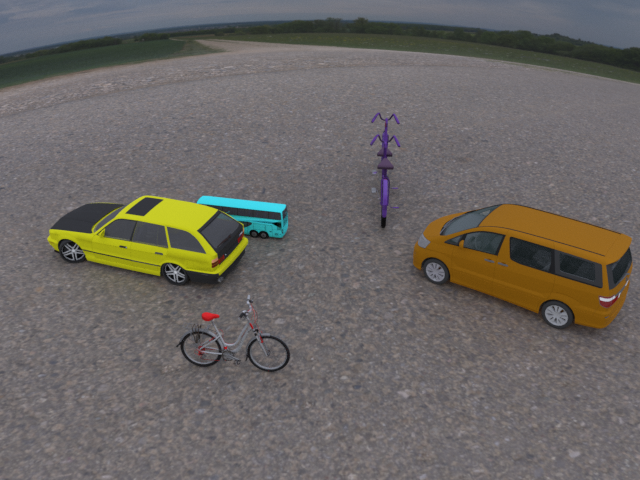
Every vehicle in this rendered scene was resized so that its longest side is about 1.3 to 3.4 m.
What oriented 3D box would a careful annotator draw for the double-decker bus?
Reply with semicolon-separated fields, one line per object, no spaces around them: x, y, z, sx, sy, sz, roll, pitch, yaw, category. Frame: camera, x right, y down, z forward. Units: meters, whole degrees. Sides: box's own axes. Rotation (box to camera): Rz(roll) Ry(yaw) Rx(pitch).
-1.364;-0.387;11.661;1.672;0.541;0.389;7;31;11;double-decker bus

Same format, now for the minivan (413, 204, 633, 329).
2.811;0.201;9.992;3.011;1.197;1.324;20;36;31;minivan

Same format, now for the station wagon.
-2.720;-0.137;10.849;3.105;0.920;1.327;10;32;17;station wagon

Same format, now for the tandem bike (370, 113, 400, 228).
1.166;-1.392;12.612;0.550;1.326;3.192;2;30;4;tandem bike

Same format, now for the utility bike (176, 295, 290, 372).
-1.071;1.163;8.582;1.435;0.946;0.535;3;30;6;utility bike
